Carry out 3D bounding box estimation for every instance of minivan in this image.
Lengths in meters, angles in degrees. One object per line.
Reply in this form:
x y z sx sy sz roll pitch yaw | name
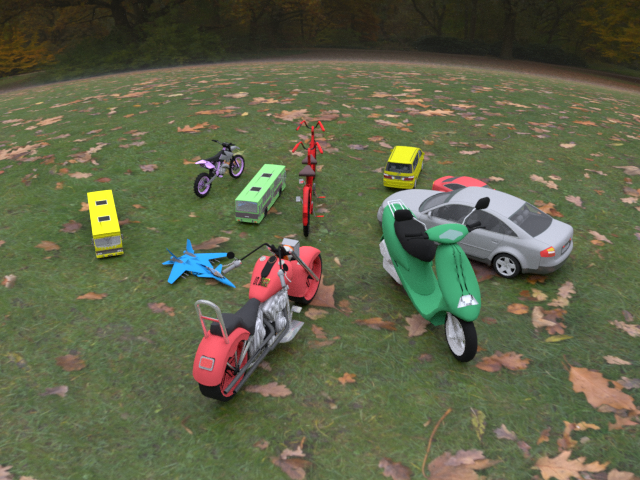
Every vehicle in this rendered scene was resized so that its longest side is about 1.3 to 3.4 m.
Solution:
1.639 -1.482 13.537 0.681 0.616 1.548 7 29 14 | minivan

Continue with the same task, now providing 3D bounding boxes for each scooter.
1.401 0.204 9.142 1.288 1.786 2.721 -9 29 -16 | scooter

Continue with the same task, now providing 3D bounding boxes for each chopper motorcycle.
-0.645 0.678 8.580 0.906 1.480 3.040 11 30 20 | chopper motorcycle

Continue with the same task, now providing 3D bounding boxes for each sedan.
2.713 -0.786 12.375 0.635 0.483 1.613 -22 35 -35 | sedan
2.364 -0.314 11.008 3.137 0.940 1.235 19 34 32 | sedan

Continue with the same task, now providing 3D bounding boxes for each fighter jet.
-1.709 0.388 10.388 1.358 0.286 1.147 23 36 37 | fighter jet

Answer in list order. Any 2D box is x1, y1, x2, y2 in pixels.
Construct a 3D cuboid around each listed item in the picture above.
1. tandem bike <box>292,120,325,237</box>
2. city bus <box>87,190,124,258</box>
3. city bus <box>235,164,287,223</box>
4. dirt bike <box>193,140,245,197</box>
-0.181 -1.211 12.277 0.550 1.326 3.192 1 28 2 | tandem bike
-3.517 -0.271 11.437 0.476 0.460 1.674 -9 30 -17 | city bus
-1.033 -0.824 12.472 0.476 0.460 1.674 7 29 12 | city bus
-1.884 -1.388 13.104 0.527 0.857 1.493 16 32 27 | dirt bike
